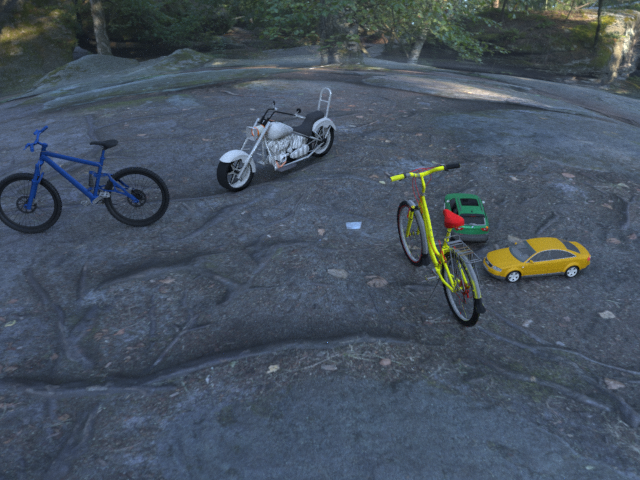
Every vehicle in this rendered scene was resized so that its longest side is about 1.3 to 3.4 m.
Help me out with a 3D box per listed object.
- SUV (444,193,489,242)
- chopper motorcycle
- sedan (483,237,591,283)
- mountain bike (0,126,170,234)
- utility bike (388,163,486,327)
[{"bbox_3d":[2.488,-0.473,11.904,0.656,0.580,1.572,2,28,3],"label":"SUV"},{"bbox_3d":[-0.806,-2.012,13.836,0.906,1.480,3.040,24,36,38],"label":"chopper motorcycle"},{"bbox_3d":[3.292,0.256,10.636,1.613,0.483,0.635,-4,28,-8],"label":"sedan"},{"bbox_3d":[-3.975,-0.931,11.584,2.857,1.688,1.114,-4,28,-7],"label":"mountain bike"},{"bbox_3d":[1.542,-0.036,9.743,1.039,1.839,2.791,-8,29,-15],"label":"utility bike"}]
